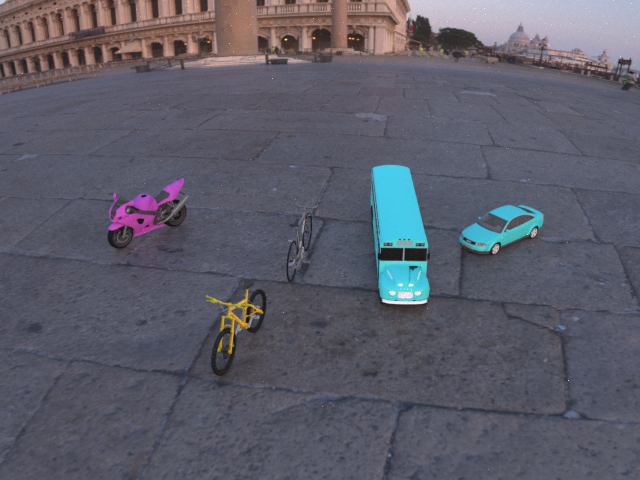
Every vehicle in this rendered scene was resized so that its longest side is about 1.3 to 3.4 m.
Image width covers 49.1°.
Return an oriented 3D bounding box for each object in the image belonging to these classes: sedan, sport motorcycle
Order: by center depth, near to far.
[{"bbox_3d":[2.897,-0.222,11.135,1.613,0.483,0.635,-19,33,-33],"label":"sedan"},{"bbox_3d":[-2.749,-0.434,11.177,0.506,0.821,1.520,22,35,36],"label":"sport motorcycle"}]

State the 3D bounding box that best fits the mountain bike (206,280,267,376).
[{"bbox_3d":[-0.966,0.963,8.441,0.573,0.868,1.469,9,29,17],"label":"mountain bike"}]

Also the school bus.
[{"bbox_3d":[1.166,-0.151,10.607,0.709,0.844,3.322,1,27,1],"label":"school bus"}]

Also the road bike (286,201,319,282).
[{"bbox_3d":[-0.295,-0.022,10.352,0.358,0.852,1.545,6,28,11],"label":"road bike"}]
